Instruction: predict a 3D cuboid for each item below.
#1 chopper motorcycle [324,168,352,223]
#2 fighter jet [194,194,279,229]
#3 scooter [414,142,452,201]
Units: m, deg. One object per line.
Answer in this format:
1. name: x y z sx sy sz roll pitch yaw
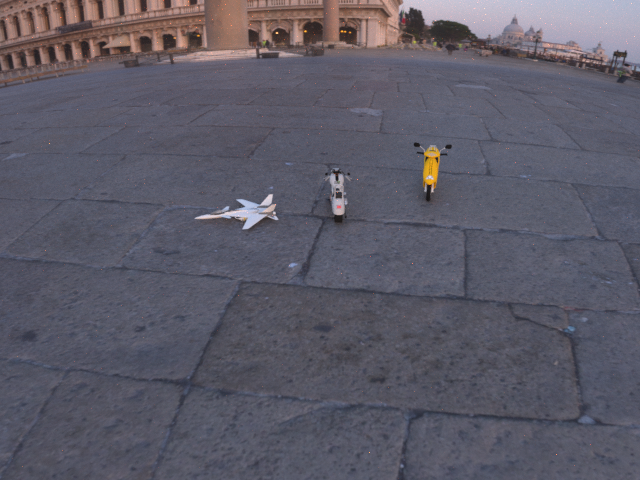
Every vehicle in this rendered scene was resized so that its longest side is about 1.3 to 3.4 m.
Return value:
1. chopper motorcycle: 0.288 -0.872 11.805 0.466 0.761 1.563 -1 28 -1
2. fighter jet: -1.402 -0.493 11.598 1.358 0.286 1.147 -5 29 -10
3. scooter: 1.991 -1.347 12.526 0.662 0.919 1.399 5 29 9
